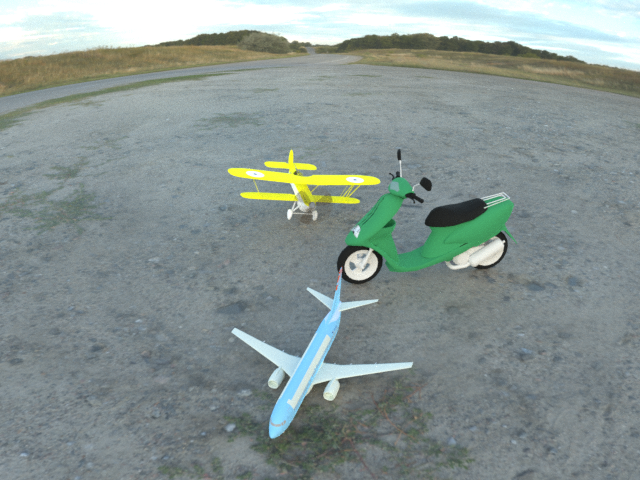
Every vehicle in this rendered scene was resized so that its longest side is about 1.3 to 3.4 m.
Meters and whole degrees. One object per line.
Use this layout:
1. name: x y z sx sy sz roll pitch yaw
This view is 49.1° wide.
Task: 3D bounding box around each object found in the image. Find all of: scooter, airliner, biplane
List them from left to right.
1. biplane: -0.306 -0.965 12.152 2.598 0.981 2.120 -6 28 -12
2. airliner: -0.097 1.240 8.062 2.257 0.835 2.541 9 29 16
3. scooter: 1.567 -0.274 9.945 2.721 1.786 1.288 -6 28 -11
